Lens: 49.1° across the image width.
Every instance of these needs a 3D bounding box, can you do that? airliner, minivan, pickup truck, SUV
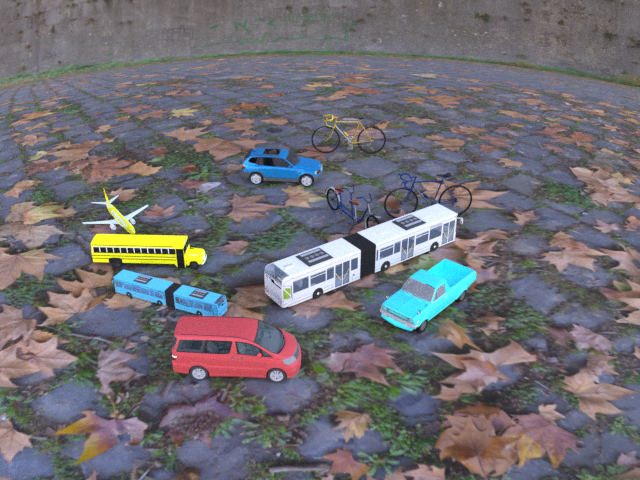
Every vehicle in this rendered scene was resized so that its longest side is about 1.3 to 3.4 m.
[{"bbox_3d":[-3.416,-0.471,11.862,1.161,0.429,1.307,-19,35,-30],"label":"airliner"},{"bbox_3d":[-1.006,1.299,8.527,1.548,0.616,0.681,1,29,2],"label":"minivan"},{"bbox_3d":[1.524,0.698,9.701,0.640,0.511,1.603,24,37,36],"label":"pickup truck"},{"bbox_3d":[-0.729,-1.428,13.409,1.572,0.580,0.656,3,29,5],"label":"SUV"}]

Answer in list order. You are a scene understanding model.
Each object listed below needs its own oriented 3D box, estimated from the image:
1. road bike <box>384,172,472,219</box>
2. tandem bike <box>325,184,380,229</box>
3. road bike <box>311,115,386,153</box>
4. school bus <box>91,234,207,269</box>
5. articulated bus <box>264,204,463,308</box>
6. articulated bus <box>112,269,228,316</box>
[{"bbox_3d":[1.858,-0.761,11.946,1.545,0.852,0.358,-3,30,-5],"label":"road bike"},{"bbox_3d":[0.544,-0.592,11.820,0.283,0.682,1.642,-17,34,-28],"label":"tandem bike"},{"bbox_3d":[0.595,-2.189,14.485,1.545,0.852,0.358,1,29,1],"label":"road bike"},{"bbox_3d":[-2.609,0.164,10.729,1.708,0.434,0.365,1,29,2],"label":"school bus"},{"bbox_3d":[0.728,0.181,10.568,3.401,0.561,0.605,-19,35,-31],"label":"articulated bus"},{"bbox_3d":[-2.122,0.755,9.826,1.749,0.289,0.311,12,32,20],"label":"articulated bus"}]
